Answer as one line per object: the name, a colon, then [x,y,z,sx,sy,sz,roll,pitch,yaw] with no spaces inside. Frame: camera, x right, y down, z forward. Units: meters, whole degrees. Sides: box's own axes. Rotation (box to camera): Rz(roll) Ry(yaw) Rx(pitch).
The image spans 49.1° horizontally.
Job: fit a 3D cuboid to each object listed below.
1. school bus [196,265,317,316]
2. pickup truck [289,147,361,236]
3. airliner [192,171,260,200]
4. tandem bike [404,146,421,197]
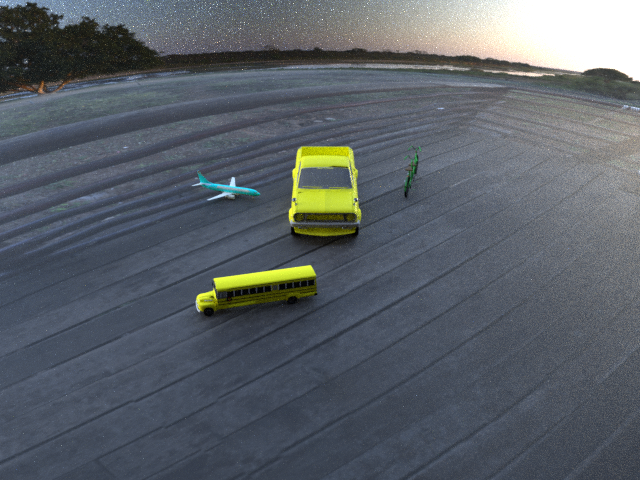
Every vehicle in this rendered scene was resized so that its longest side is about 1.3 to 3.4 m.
school bus: [-0.902,0.706,9.912,1.708,0.434,0.365,-7,28,-14]
pickup truck: [0.093,-1.055,12.732,1.244,0.993,3.117,0,27,0]
airliner: [-1.755,-1.056,13.352,1.307,0.429,1.161,8,28,15]
tandem bike: [1.802,-1.390,13.726,0.283,0.682,1.642,7,28,13]
